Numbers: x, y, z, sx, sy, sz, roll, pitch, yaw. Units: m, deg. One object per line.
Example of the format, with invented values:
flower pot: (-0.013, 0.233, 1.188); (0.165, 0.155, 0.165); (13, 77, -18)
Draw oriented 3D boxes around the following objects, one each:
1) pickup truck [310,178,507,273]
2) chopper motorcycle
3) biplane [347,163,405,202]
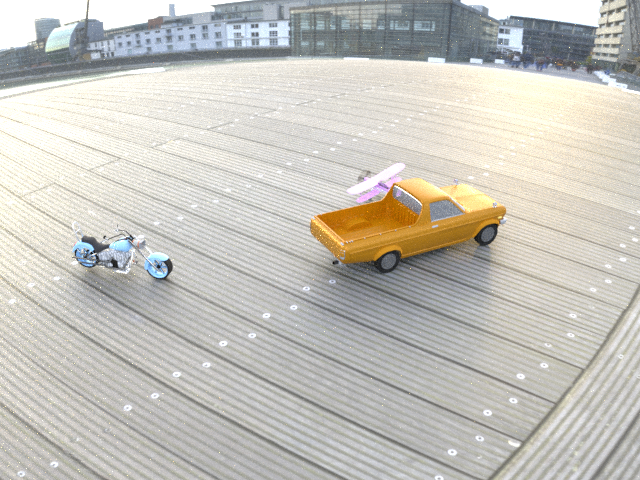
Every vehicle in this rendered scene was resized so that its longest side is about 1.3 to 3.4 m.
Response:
pickup truck: (1.427, -0.350, 11.015); (3.117, 0.993, 1.244); (-14, 31, -24)
chopper motorcycle: (-2.940, 0.155, 10.328); (1.563, 0.761, 0.466); (7, 29, 12)
biplane: (1.126, -0.927, 12.587); (1.336, 0.504, 1.090); (-21, 35, -34)
